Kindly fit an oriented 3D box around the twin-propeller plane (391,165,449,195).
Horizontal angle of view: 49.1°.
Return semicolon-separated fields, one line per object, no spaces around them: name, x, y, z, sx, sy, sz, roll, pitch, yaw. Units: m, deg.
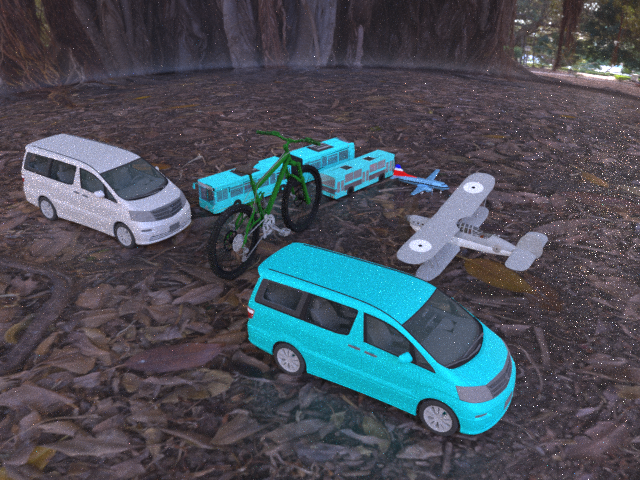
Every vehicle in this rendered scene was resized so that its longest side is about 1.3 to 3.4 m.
twin-propeller plane;1.841;-1.110;12.766;1.095;0.407;1.370;13;30;24

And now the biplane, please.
biplane;2.115;-0.032;10.006;2.120;0.981;2.598;17;32;30

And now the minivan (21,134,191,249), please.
minivan;-3.498;-0.853;11.387;3.011;1.197;1.324;16;31;29

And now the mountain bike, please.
mountain bike;-0.730;-0.584;10.312;1.114;1.688;2.857;15;31;27

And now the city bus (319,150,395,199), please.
city bus;0.694;-1.203;12.893;0.476;0.460;1.674;23;35;38

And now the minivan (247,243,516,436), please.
minivan;0.653;1.001;7.728;3.011;1.197;1.324;16;31;28

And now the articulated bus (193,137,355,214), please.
articulated bus;-0.722;-1.231;12.834;3.401;0.561;0.605;-23;35;-37
